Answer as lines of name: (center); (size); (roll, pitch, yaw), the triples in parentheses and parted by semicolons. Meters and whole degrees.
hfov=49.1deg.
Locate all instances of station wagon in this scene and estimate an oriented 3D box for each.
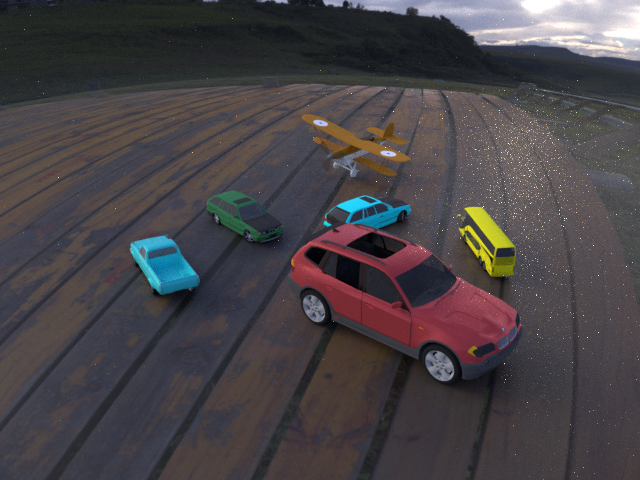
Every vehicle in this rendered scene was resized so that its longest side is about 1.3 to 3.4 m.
station wagon: (-1.261, -0.431, 11.688); (0.682, 0.473, 1.597); (-20, 32, -35)
station wagon: (0.828, -0.473, 11.775); (1.597, 0.473, 0.682); (-20, 32, -35)

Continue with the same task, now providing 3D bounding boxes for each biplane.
biplane: (0.877, -1.870, 14.082); (2.598, 0.981, 2.120); (21, 33, 36)

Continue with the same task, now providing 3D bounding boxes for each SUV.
SUV: (0.981, 0.646, 8.710); (3.058, 1.128, 1.276); (21, 33, 36)

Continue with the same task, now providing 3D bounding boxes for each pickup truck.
pickup truck: (-2.269, 0.311, 10.111); (0.640, 0.511, 1.603); (-13, 29, -25)

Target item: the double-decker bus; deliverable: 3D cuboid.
double-decker bus: (2.535, -0.012, 10.745); (0.389, 0.541, 1.672); (-3, 26, -6)
